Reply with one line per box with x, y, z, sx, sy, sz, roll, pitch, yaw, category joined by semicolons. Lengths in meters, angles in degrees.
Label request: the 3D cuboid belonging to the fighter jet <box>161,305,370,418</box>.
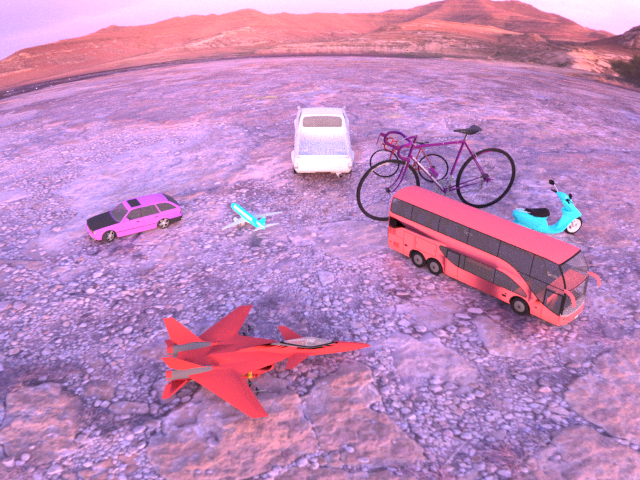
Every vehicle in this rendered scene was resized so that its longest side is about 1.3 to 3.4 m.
-0.650;1.319;8.786;2.640;0.557;2.229;-5;30;-8;fighter jet

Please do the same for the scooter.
3.753;-0.440;11.539;1.399;0.919;0.662;-8;30;-13;scooter

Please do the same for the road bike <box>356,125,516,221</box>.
2.062;-1.184;12.108;3.004;1.656;0.697;-8;30;-14;road bike

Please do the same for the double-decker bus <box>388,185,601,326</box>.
2.413;0.184;10.296;0.756;1.052;3.251;-26;38;-38;double-decker bus

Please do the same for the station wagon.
-3.188;-0.421;11.959;1.597;0.473;0.682;-16;33;-26;station wagon

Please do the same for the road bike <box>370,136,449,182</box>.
1.728;-1.557;13.591;1.545;0.852;0.358;7;30;12;road bike

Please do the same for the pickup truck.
0.047;-2.176;14.545;1.244;0.993;3.117;0;29;0;pickup truck

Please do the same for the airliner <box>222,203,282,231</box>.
-1.241;-0.480;12.109;1.161;0.429;1.307;-18;34;-28;airliner
